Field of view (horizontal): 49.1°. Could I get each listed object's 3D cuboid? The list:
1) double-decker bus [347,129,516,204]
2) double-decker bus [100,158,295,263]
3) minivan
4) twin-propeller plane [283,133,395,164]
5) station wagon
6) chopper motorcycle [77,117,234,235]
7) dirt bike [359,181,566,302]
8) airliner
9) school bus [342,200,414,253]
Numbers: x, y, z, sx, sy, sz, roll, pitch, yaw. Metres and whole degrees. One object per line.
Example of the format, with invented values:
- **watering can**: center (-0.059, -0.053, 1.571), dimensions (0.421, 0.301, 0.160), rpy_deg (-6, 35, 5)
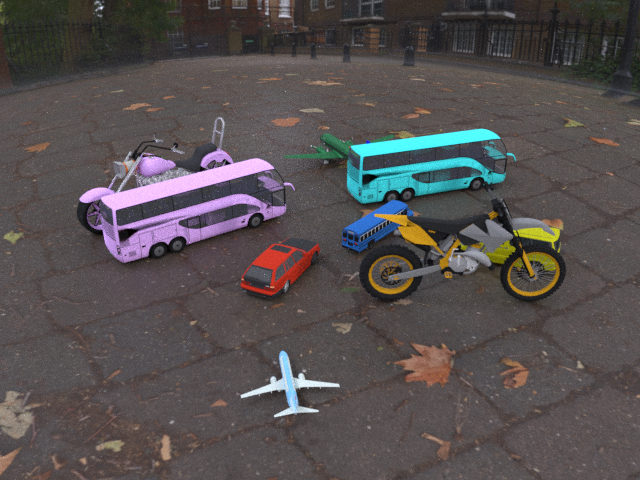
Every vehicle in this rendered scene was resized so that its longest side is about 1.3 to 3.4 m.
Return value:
- **double-decker bus**: center (2.100, -1.412, 13.238), dimensions (3.251, 1.052, 0.756), rpy_deg (-10, 30, -17)
- **double-decker bus**: center (-1.973, -0.552, 11.641), dimensions (3.251, 1.052, 0.756), rpy_deg (-19, 34, -31)
- **minivan**: center (2.960, 0.048, 10.985), dimensions (1.548, 0.616, 0.681), rpy_deg (11, 30, 19)
- **twin-propeller plane**: center (0.527, -1.947, 14.507), dimensions (2.663, 0.792, 2.129), rpy_deg (-14, 31, -25)
- **station wagon**: center (-0.565, 0.322, 10.626), dimensions (0.682, 0.473, 1.597), rpy_deg (13, 31, 23)
- **chopper motorcycle**: center (-2.841, -1.159, 12.317), dimensions (3.040, 1.480, 0.906), rpy_deg (-22, 36, -35)
- **dirt bike**: center (2.004, 0.134, 9.718), dimensions (2.903, 1.666, 1.024), rpy_deg (0, 28, 1)
- **airliner**: center (-0.369, 1.613, 8.274), dimensions (1.161, 0.429, 1.307), rpy_deg (-5, 29, -9)
- **school bus**: center (1.015, -0.269, 11.766), dimensions (0.365, 0.434, 1.708), rpy_deg (21, 35, 34)
